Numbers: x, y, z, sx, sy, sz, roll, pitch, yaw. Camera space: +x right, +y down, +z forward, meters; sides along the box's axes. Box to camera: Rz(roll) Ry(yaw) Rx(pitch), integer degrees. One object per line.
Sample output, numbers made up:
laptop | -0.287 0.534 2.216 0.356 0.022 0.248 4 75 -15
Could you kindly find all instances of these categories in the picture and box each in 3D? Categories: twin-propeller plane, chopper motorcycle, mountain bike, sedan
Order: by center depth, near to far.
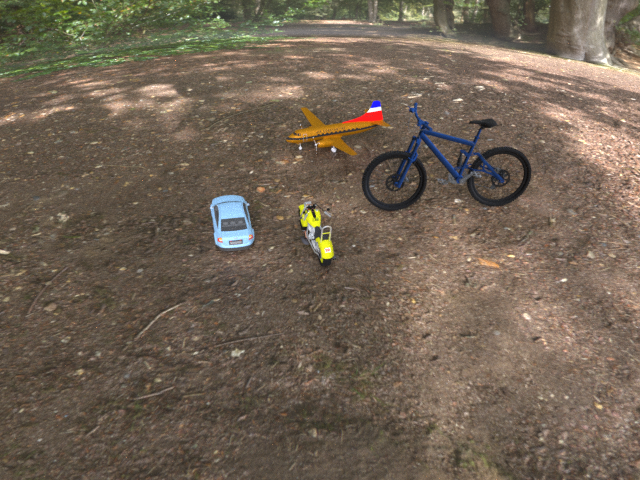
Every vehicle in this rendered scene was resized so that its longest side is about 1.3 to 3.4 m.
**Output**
chopper motorcycle | -0.084 -0.224 10.652 0.466 0.761 1.563 -8 32 -13
sedan | -1.411 -0.356 11.137 0.635 0.483 1.613 -6 32 -10
mountain bike | 2.110 -1.270 11.483 2.857 1.688 1.114 -3 31 -4
twin-propeller plane | 0.314 -2.296 14.040 2.129 0.792 2.663 -12 33 -19
